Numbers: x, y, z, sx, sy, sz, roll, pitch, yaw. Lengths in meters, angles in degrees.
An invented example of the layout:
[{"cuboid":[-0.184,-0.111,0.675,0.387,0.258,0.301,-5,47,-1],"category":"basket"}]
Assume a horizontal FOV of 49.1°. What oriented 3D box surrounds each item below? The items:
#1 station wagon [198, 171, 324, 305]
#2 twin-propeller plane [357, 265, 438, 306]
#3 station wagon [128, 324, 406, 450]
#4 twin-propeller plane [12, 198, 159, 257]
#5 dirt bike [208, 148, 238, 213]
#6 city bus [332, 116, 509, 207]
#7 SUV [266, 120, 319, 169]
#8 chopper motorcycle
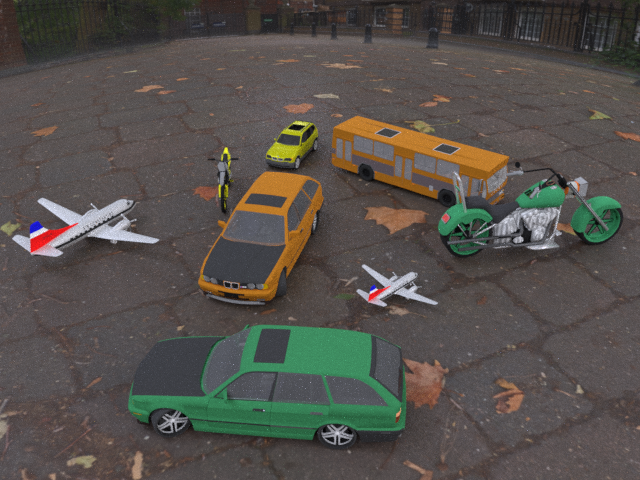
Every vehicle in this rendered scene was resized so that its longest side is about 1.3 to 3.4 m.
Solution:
[{"cuboid":[-0.834,-0.181,10.732,1.327,0.920,3.105,7,32,12],"category":"station wagon"},{"cuboid":[1.044,0.631,9.869,1.095,0.407,1.370,-27,40,-37],"category":"twin-propeller plane"},{"cuboid":[-0.585,1.526,7.858,3.105,0.920,1.327,3,31,5],"category":"station wagon"},{"cuboid":[-3.700,-0.300,11.058,2.663,0.792,2.129,17,35,27],"category":"twin-propeller plane"},{"cuboid":[-1.674,-1.123,12.380,0.527,0.857,1.493,-1,31,-2],"category":"dirt bike"},{"cuboid":[1.746,-1.397,12.804,3.255,0.894,0.926,22,37,32],"category":"city bus"},{"cuboid":[-0.540,-1.931,14.011,0.656,0.580,1.572,11,32,18],"category":"SUV"},{"cuboid":[3.284,-0.480,10.688,3.040,1.480,0.906,-7,31,-11],"category":"chopper motorcycle"}]
